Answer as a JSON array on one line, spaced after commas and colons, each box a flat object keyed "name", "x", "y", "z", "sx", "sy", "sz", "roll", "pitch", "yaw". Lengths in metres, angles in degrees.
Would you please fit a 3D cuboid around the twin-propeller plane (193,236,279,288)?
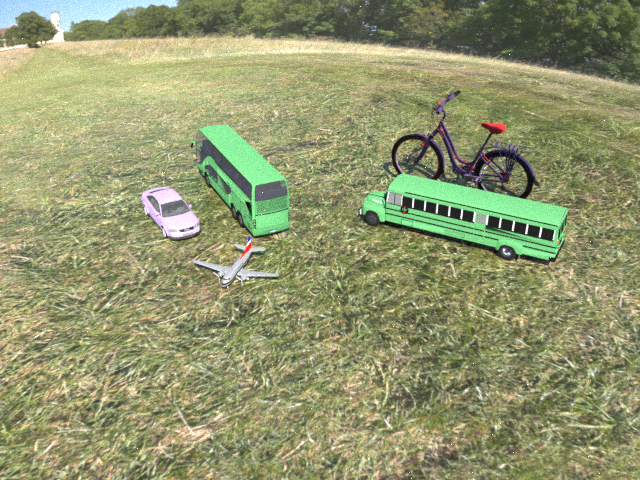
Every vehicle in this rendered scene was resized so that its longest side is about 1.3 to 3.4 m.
[{"name": "twin-propeller plane", "x": -1.226, "y": 0.343, "z": 10.431, "sx": 1.370, "sy": 0.407, "sz": 1.095, "roll": 9, "pitch": 30, "yaw": 15}]

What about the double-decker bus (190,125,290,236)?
[{"name": "double-decker bus", "x": -1.466, "y": -1.164, "z": 12.460, "sx": 0.756, "sy": 1.052, "sz": 3.251, "roll": -13, "pitch": 32, "yaw": -22}]

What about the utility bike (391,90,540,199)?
[{"name": "utility bike", "x": 2.516, "y": -1.572, "z": 12.384, "sx": 2.791, "sy": 1.839, "sz": 1.039, "roll": 15, "pitch": 33, "yaw": 25}]

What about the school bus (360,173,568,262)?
[{"name": "school bus", "x": 2.233, "y": -0.415, "z": 11.336, "sx": 3.322, "sy": 0.844, "sz": 0.709, "roll": 15, "pitch": 33, "yaw": 25}]

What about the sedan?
[{"name": "sedan", "x": -2.545, "y": -0.515, "z": 11.885, "sx": 0.635, "sy": 0.483, "sz": 1.613, "roll": -16, "pitch": 33, "yaw": -26}]
